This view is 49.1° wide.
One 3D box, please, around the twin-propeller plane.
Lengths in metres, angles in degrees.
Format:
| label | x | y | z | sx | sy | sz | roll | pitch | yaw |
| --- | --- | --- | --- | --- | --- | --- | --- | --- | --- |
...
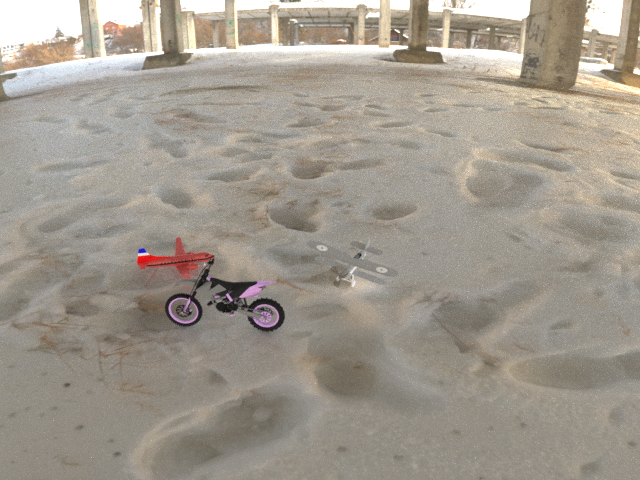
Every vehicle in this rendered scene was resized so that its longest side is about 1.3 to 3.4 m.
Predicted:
| label | x | y | z | sx | sy | sz | roll | pitch | yaw |
| --- | --- | --- | --- | --- | --- | --- | --- | --- | --- |
| twin-propeller plane | -2.047 | 0.243 | 9.958 | 1.095 | 0.407 | 1.370 | -7 | 28 | -14 |

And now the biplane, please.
| label | x | y | z | sx | sy | sz | roll | pitch | yaw |
| --- | --- | --- | --- | --- | --- | --- | --- | --- | --- |
| biplane | 0.502 | 0.310 | 9.715 | 1.336 | 0.504 | 1.090 | 12 | 29 | 22 |

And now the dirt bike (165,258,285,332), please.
| label | x | y | z | sx | sy | sz | roll | pitch | yaw |
| --- | --- | --- | --- | --- | --- | --- | --- | --- | --- |
| dirt bike | -1.172 | 0.722 | 8.505 | 1.493 | 0.857 | 0.527 | 2 | 27 | 5 |
